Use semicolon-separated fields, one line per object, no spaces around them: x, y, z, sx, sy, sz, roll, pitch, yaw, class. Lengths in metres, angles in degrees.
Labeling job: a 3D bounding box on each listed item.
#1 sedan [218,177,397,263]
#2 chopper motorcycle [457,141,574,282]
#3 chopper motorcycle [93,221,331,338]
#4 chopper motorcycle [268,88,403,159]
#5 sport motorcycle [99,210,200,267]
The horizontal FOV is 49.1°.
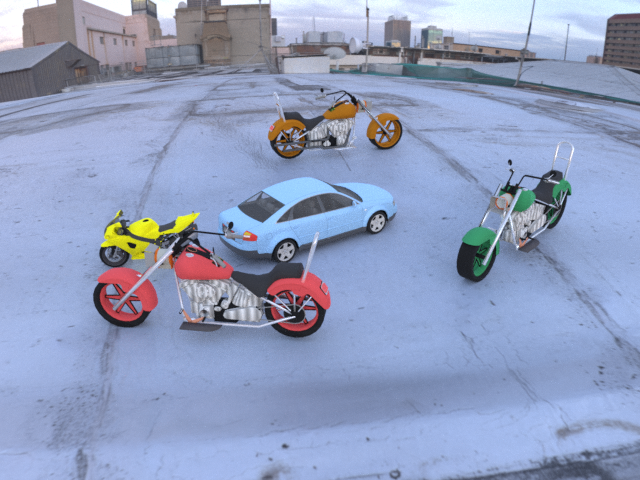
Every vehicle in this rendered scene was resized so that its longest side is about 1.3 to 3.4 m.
-0.128;-0.490;11.296;3.137;0.940;1.235;-17;31;-31;sedan
3.040;-0.484;10.670;0.906;1.480;3.040;22;34;37;chopper motorcycle
-1.374;0.491;8.680;3.040;1.480;0.906;4;26;8;chopper motorcycle
0.362;-2.517;14.818;3.040;1.480;0.906;-10;28;-19;chopper motorcycle
-2.537;-0.015;10.461;1.520;0.821;0.506;-5;27;-10;sport motorcycle
